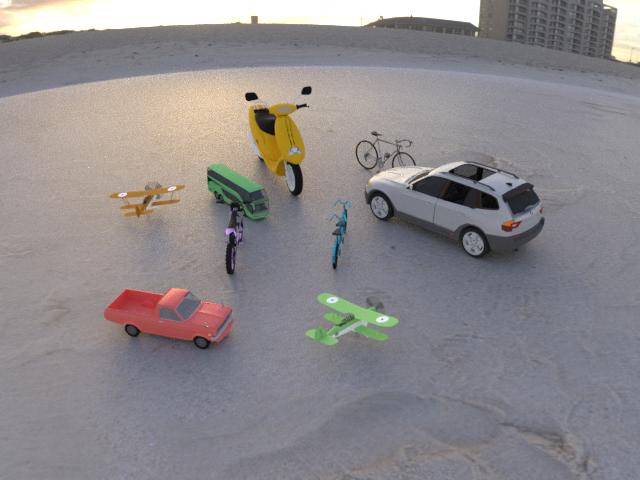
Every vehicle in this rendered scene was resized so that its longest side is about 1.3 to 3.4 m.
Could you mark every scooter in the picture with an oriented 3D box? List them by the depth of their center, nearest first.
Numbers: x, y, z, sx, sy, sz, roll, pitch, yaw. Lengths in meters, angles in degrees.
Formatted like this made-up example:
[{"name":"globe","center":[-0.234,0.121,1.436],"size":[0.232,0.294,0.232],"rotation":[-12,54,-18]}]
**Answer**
[{"name":"scooter","center":[-0.859,-2.075,13.380],"size":[1.288,1.786,2.721],"rotation":[-10,29,-19]}]

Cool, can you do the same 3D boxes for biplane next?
[{"name":"biplane","center":[0.329,1.042,8.718],"size":[1.090,0.504,1.336],"rotation":[-23,35,-37]},{"name":"biplane","center":[-2.989,-0.631,11.974],"size":[1.336,0.504,1.090],"rotation":[2,27,3]}]

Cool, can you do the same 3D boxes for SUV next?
[{"name":"SUV","center":[2.132,-0.710,11.444],"size":[1.276,1.128,3.058],"rotation":[-24,36,-39]}]

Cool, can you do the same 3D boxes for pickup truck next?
[{"name":"pickup truck","center":[-1.928,0.923,8.943],"size":[1.603,0.511,0.640],"rotation":[8,28,14]}]

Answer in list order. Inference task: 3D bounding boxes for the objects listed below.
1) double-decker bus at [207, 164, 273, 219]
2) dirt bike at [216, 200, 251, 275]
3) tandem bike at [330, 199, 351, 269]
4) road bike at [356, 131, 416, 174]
[{"name":"double-decker bus","center":[-1.453,-0.856,12.371],"size":[0.389,0.541,1.672],"rotation":[-19,33,-32]},{"name":"dirt bike","center":[-1.307,-0.135,10.623],"size":[0.527,0.857,1.493],"rotation":[1,27,1]},{"name":"tandem bike","center":[0.312,-0.152,10.848],"size":[0.283,0.682,1.642],"rotation":[4,27,8]},{"name":"road bike","center":[1.267,-1.655,13.585],"size":[0.358,0.852,1.545],"rotation":[-25,36,-39]}]
